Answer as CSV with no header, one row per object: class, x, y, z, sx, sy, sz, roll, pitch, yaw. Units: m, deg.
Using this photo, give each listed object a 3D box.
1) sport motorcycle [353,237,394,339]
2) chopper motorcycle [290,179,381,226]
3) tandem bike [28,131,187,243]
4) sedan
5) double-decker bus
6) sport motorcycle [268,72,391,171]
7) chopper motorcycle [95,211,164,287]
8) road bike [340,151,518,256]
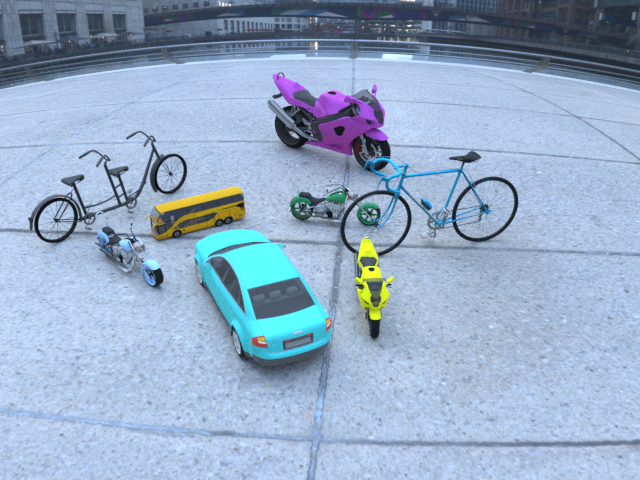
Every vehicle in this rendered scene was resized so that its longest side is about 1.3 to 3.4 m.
sport motorcycle,0.691,0.640,9.579,0.506,0.821,1.520,-1,30,-2
chopper motorcycle,0.253,-0.635,11.884,1.563,0.761,0.466,4,30,6
tandem bike,-3.529,-0.988,11.933,0.550,1.326,3.192,23,37,34
sedan,-0.886,0.552,9.615,1.235,0.940,3.137,-13,32,-21
double-decker bus,-2.071,-0.449,11.779,1.672,0.541,0.389,-16,33,-26
sport motorcycle,0.189,-2.411,14.162,2.955,1.596,0.983,21,36,33
chopper motorcycle,-2.894,0.132,10.534,1.563,0.761,0.466,25,38,36
road bike,1.758,-0.575,10.873,3.004,1.656,0.696,-8,31,-13
